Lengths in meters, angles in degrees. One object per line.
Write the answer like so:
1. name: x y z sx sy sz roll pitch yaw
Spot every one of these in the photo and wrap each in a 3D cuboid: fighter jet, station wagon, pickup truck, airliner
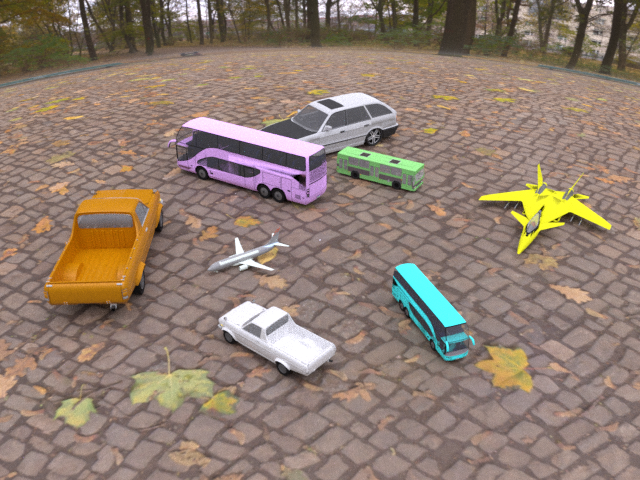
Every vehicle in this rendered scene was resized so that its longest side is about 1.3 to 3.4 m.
1. fighter jet: 3.734 -0.509 11.819 2.229 0.557 2.640 16 34 25
2. station wagon: 0.155 -2.430 14.779 3.105 0.920 1.327 -18 35 -28
3. pickup truck: -0.572 1.201 8.909 1.603 0.511 0.640 23 37 34
4. pickup truck: -3.174 -0.040 10.573 1.244 0.993 3.117 -1 30 -2
5. airliner: -1.150 0.168 10.777 1.307 0.429 1.161 -19 35 -29

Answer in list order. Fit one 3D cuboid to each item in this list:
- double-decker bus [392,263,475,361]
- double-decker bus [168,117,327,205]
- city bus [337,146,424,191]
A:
1. double-decker bus: 1.457 0.947 9.318 0.389 0.541 1.672 -10 32 -17
2. double-decker bus: -1.379 -1.520 13.075 3.251 1.052 0.756 18 34 28
3. city bus: 1.141 -1.350 13.371 1.674 0.460 0.476 17 34 27
